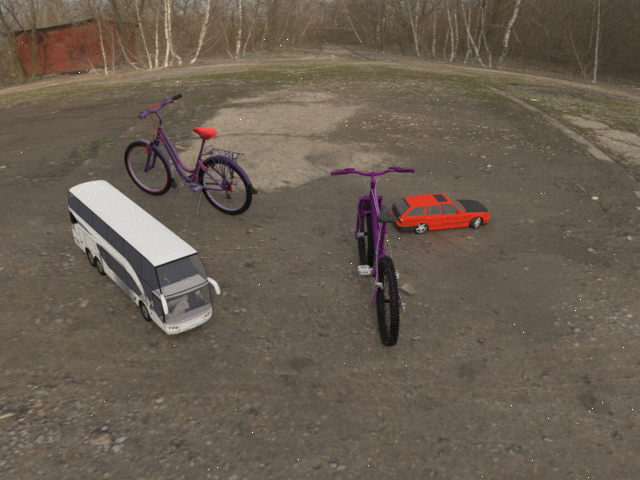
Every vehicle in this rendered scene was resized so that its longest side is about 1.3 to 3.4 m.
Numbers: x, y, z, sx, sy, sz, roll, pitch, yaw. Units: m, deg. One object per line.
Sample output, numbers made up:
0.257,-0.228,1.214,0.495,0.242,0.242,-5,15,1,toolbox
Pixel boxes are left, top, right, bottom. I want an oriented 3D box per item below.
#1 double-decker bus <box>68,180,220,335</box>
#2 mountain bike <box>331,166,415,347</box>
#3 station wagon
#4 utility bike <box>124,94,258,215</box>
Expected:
-2.523,0.177,9.580,0.756,1.052,3.251,-20,34,-33,double-decker bus
0.739,0.062,9.118,1.114,1.688,2.857,-2,28,-4,mountain bike
1.976,-0.478,11.431,1.597,0.473,0.682,-5,28,-10,station wagon
-2.291,-1.356,11.629,2.791,1.839,1.039,14,31,25,utility bike
